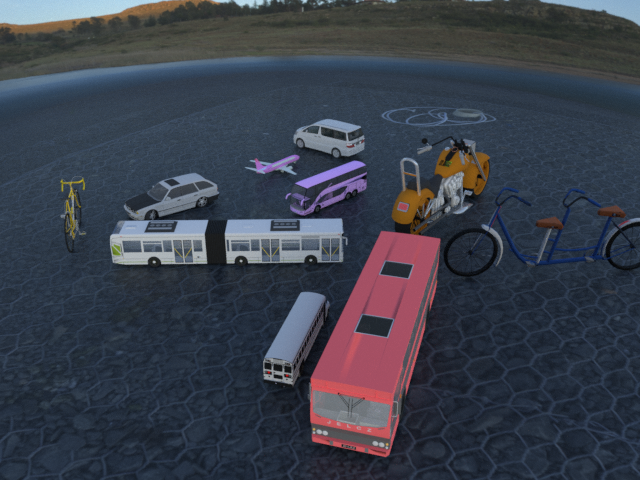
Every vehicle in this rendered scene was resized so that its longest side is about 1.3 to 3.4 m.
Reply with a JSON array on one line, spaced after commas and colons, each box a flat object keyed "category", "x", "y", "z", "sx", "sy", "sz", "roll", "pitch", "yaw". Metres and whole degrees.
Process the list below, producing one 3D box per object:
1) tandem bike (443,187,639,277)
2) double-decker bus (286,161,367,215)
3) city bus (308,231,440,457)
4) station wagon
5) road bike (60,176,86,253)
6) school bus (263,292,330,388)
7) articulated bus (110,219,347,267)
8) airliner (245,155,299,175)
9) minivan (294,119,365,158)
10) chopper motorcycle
[{"category": "tandem bike", "x": 3.309, "y": -0.106, "z": 9.734, "sx": 3.192, "sy": 1.326, "sz": 0.550, "roll": -2, "pitch": 28, "yaw": -4}, {"category": "double-decker bus", "x": 0.150, "y": -0.894, "z": 12.092, "sx": 1.672, "sy": 0.541, "sz": 0.389, "roll": -25, "pitch": 36, "yaw": -39}, {"category": "city bus", "x": 0.737, "y": 1.025, "z": 8.031, "sx": 0.926, "sy": 0.894, "sz": 3.255, "roll": 8, "pitch": 29, "yaw": 15}, {"category": "station wagon", "x": -2.530, "y": -0.759, "z": 11.907, "sx": 1.597, "sy": 0.473, "sz": 0.682, "roll": -19, "pitch": 33, "yaw": -33}, {"category": "road bike", "x": -3.851, "y": -0.431, "z": 10.870, "sx": 0.358, "sy": 0.852, "sz": 1.545, "roll": -5, "pitch": 28, "yaw": -9}, {"category": "school bus", "x": -0.238, "y": 1.102, "z": 8.382, "sx": 0.365, "sy": 0.434, "sz": 1.708, "roll": 7, "pitch": 28, "yaw": 13}, {"category": "articulated bus", "x": -1.314, "y": 0.027, "z": 10.306, "sx": 3.401, "sy": 0.561, "sz": 0.605, "roll": -1, "pitch": 28, "yaw": -1}, {"category": "airliner", "x": -0.814, "y": -1.527, "z": 13.427, "sx": 1.161, "sy": 0.429, "sz": 1.307, "roll": 20, "pitch": 33, "yaw": 33}, {"category": "minivan", "x": 0.160, "y": -2.143, "z": 14.407, "sx": 1.548, "sy": 0.616, "sz": 0.681, "roll": 20, "pitch": 34, "yaw": 33}, {"category": "chopper motorcycle", "x": 2.068, "y": -1.024, "z": 11.326, "sx": 0.906, "sy": 1.480, "sz": 3.040, "roll": 18, "pitch": 33, "yaw": 31}]
